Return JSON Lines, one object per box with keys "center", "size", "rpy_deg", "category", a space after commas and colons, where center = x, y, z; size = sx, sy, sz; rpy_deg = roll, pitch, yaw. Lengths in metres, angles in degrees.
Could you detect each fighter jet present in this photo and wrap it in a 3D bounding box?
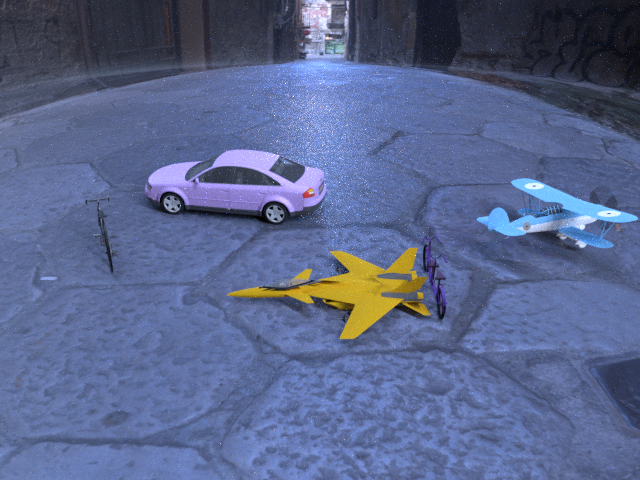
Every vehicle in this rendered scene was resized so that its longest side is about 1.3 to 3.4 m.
{"center": [0.075, 0.556, 9.300], "size": [2.640, 0.557, 2.229], "rpy_deg": [-1, 27, -2], "category": "fighter jet"}

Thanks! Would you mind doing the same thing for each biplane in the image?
{"center": [3.429, -0.330, 10.557], "size": [2.120, 0.981, 2.598], "rpy_deg": [-9, 29, -17], "category": "biplane"}

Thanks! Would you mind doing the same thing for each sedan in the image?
{"center": [-1.462, -1.006, 11.914], "size": [3.137, 0.940, 1.235], "rpy_deg": [6, 28, 11], "category": "sedan"}

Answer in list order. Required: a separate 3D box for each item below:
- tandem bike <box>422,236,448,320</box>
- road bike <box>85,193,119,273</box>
{"center": [1.534, 0.425, 9.418], "size": [0.283, 0.682, 1.642], "rpy_deg": [-1, 27, -1], "category": "tandem bike"}
{"center": [-3.193, -0.142, 10.334], "size": [0.358, 0.852, 1.545], "rpy_deg": [-10, 29, -19], "category": "road bike"}
